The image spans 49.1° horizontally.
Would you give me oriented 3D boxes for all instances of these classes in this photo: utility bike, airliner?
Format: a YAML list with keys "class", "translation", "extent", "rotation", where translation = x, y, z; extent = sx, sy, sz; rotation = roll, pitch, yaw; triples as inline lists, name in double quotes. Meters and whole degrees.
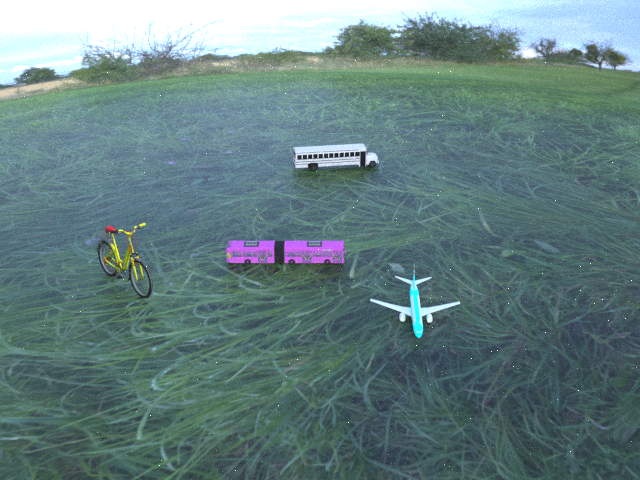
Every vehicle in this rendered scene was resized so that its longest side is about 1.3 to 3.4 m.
- class: "utility bike"
  translation: [-2.673, 0.183, 9.585]
  extent: [0.535, 0.946, 1.435]
  rotation: [-24, 35, -39]
- class: "airliner"
  translation: [1.231, 0.777, 8.957]
  extent: [1.161, 0.429, 1.307]
  rotation: [2, 26, 3]

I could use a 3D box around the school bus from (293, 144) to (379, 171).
- class: "school bus"
  translation: [0.322, -1.657, 13.932]
  extent: [1.708, 0.434, 0.365]
  rotation: [-4, 26, -9]

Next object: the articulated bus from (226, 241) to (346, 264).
- class: "articulated bus"
  translation: [-0.497, 0.179, 10.341]
  extent: [1.749, 0.289, 0.311]
  rotation: [0, 26, 0]
